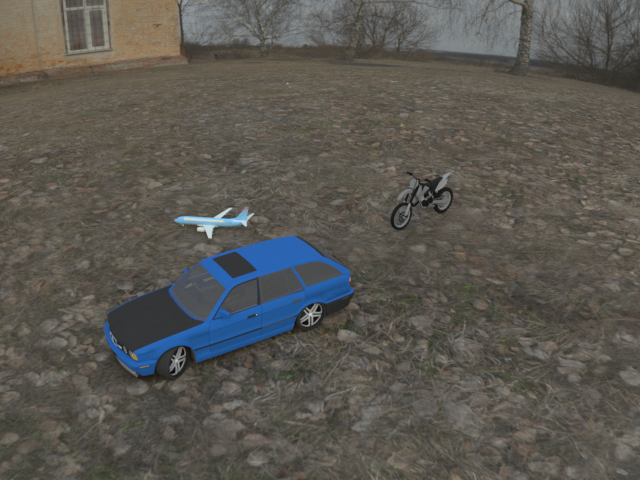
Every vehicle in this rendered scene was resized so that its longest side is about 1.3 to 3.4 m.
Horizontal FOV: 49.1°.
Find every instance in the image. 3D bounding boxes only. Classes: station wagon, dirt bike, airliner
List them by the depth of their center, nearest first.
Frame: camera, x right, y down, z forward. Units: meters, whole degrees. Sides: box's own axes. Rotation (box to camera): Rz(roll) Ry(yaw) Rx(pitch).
[{"bbox_3d":[-1.108,0.712,8.732,3.105,0.920,1.327,-16,31,-29],"label":"station wagon"},{"bbox_3d":[-1.764,-0.382,11.414,1.307,0.429,1.161,4,27,9],"label":"airliner"},{"bbox_3d":[1.718,-0.701,11.568,1.493,0.857,0.527,-21,34,-35],"label":"dirt bike"}]
